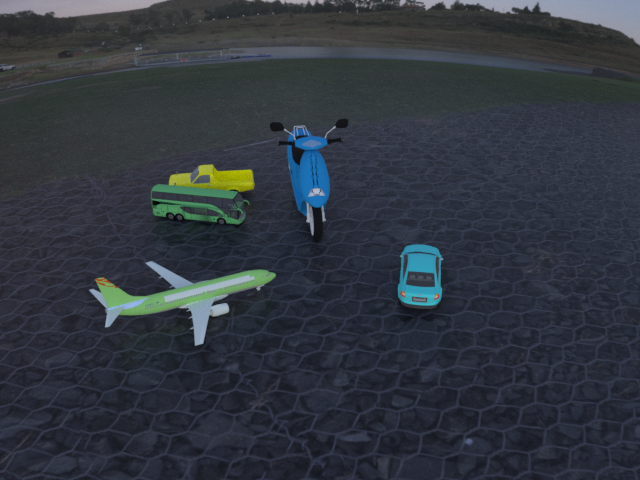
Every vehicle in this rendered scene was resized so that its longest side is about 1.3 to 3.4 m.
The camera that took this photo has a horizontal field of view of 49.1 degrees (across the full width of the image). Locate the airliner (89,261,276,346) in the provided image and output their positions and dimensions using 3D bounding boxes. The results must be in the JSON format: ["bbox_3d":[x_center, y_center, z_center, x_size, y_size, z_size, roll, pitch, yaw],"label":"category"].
[{"bbox_3d":[-1.768,0.585,9.571,2.541,0.835,2.257,-14,32,-24],"label":"airliner"}]

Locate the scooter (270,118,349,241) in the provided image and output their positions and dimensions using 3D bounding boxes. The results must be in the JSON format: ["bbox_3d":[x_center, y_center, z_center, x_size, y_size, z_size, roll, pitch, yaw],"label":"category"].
[{"bbox_3d":[-0.214,-1.297,11.997,1.288,1.786,2.721,-4,29,-7],"label":"scooter"}]

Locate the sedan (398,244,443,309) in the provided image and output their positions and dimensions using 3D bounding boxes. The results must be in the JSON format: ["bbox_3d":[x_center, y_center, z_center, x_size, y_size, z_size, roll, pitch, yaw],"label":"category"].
[{"bbox_3d":[1.467,0.443,10.193,0.635,0.483,1.613,4,29,7],"label":"sedan"}]

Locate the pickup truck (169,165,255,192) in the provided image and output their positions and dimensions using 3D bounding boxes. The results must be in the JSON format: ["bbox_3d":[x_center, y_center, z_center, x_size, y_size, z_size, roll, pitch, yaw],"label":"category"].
[{"bbox_3d":[-2.009,-1.093,12.947,1.603,0.511,0.640,-4,29,-6],"label":"pickup truck"}]

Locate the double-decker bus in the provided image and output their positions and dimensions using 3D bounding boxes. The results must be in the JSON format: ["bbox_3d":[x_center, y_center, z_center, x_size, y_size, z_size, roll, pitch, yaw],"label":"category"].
[{"bbox_3d":[-2.067,-0.607,12.035,1.672,0.541,0.389,6,29,11],"label":"double-decker bus"}]
